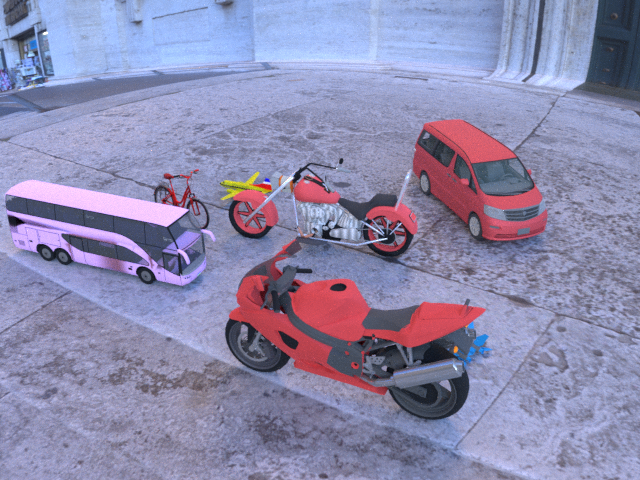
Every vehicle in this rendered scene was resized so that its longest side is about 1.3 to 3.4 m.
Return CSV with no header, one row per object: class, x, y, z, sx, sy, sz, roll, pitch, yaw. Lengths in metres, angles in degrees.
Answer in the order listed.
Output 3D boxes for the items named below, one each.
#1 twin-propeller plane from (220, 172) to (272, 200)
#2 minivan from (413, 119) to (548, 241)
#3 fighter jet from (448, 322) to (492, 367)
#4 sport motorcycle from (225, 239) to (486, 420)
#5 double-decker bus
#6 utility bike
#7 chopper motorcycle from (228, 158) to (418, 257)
twin-propeller plane,-1.358,-1.007,12.731,1.095,0.407,1.370,12,30,21
minivan,2.700,-1.082,12.034,1.324,1.197,3.011,-9,29,-16
fighter jet,1.469,1.122,8.882,1.147,0.286,1.358,-22,35,-35
sport motorcycle,0.253,1.033,7.659,2.955,1.596,0.983,11,30,20
double-decker bus,-3.157,-0.115,10.380,3.251,1.052,0.756,11,30,19
utility bike,-2.313,-0.752,11.683,1.435,0.946,0.535,21,35,34
chopper motorcycle,0.007,-0.555,10.750,3.040,1.480,0.906,9,29,16
